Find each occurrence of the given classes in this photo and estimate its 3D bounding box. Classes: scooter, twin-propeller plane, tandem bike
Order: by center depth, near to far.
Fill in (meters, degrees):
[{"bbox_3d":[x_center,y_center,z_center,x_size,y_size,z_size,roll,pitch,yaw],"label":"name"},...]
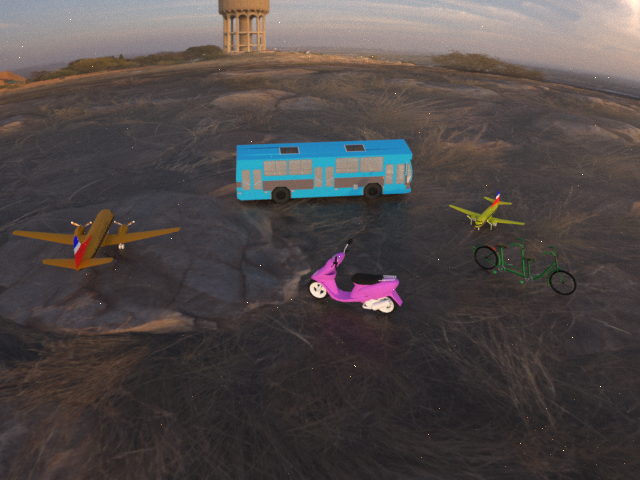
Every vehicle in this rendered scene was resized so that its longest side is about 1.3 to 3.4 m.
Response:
[{"bbox_3d":[0.474,0.539,9.731,1.399,0.919,0.662,11,30,19],"label":"scooter"},{"bbox_3d":[3.023,0.317,10.398,1.642,0.682,0.283,20,34,33],"label":"tandem bike"},{"bbox_3d":[-3.584,-0.113,11.086,2.663,0.792,2.129,-1,28,-2],"label":"twin-propeller plane"},{"bbox_3d":[2.940,-0.509,12.234,1.370,0.407,1.095,17,32,29],"label":"twin-propeller plane"}]

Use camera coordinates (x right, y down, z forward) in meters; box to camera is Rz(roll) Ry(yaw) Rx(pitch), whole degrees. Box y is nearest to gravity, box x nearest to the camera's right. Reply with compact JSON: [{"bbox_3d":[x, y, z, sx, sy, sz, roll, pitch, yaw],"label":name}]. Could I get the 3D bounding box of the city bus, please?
[{"bbox_3d":[0.056,-1.290,13.178,3.255,0.894,0.926,-3,28,-5],"label":"city bus"}]
